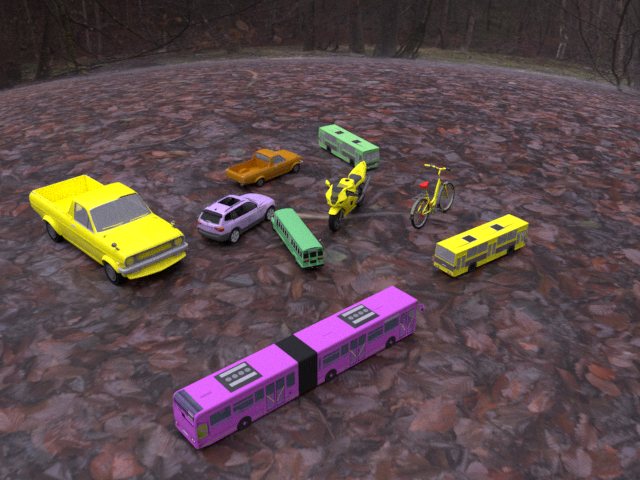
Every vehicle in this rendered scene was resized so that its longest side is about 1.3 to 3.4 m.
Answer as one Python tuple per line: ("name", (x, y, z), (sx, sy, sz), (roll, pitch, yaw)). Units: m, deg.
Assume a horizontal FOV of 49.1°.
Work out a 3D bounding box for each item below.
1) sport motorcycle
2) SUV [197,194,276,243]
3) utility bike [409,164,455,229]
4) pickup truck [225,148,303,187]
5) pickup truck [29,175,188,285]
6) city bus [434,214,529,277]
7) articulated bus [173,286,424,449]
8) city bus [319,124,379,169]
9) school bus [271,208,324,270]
("sport motorcycle", (0.479, -0.768, 12.118), (0.506, 0.821, 1.520), (12, 31, 21))
("SUV", (-1.392, -0.470, 11.826), (0.656, 0.580, 1.572), (18, 33, 29))
("utility bike", (1.905, -0.788, 12.026), (0.535, 0.946, 1.435), (22, 35, 34))
("pickup truck", (-1.080, -1.467, 13.719), (0.640, 0.511, 1.603), (25, 37, 38))
("pickup truck", (-3.449, -0.353, 11.180), (1.244, 0.993, 3.117), (-25, 38, -38))
("city bus", (2.532, 0.090, 10.926), (1.674, 0.460, 0.476), (-20, 34, -31))
("articulated bus", (-0.139, 1.421, 8.389), (3.401, 0.561, 0.605), (-22, 36, -34))
("city bus", (0.580, -1.929, 14.618), (0.476, 0.460, 1.674), (-17, 33, -28))
("school bus", (-0.400, -0.072, 11.250), (0.365, 0.434, 1.708), (-10, 30, -18))
